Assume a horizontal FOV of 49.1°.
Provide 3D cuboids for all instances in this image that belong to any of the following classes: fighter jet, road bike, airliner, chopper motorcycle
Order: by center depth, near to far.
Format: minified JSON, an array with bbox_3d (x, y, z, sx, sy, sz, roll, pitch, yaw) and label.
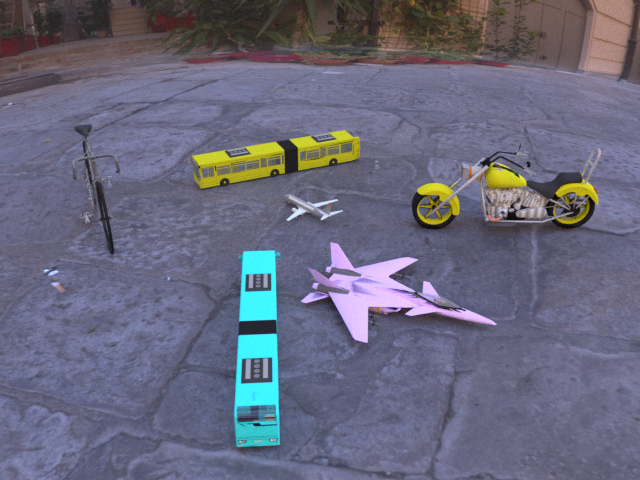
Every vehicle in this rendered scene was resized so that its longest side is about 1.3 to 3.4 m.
[{"bbox_3d":[1.163,0.716,9.767,2.640,0.557,2.229,13,32,21],"label":"fighter jet"},{"bbox_3d":[3.067,-0.851,11.543,3.040,1.480,0.906,1,30,2],"label":"chopper motorcycle"},{"bbox_3d":[-3.726,-0.978,11.586,0.697,1.656,3.004,-12,32,-19],"label":"road bike"},{"bbox_3d":[-0.220,-0.665,12.267,1.161,0.429,1.307,-24,38,-35],"label":"airliner"}]

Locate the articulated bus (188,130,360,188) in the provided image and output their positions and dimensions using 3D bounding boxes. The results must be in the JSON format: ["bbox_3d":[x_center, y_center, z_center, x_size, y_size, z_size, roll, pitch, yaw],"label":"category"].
[{"bbox_3d":[-0.831,-1.613,13.765,3.401,0.561,0.605,-13,33,-21],"label":"articulated bus"}]

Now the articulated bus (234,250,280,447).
[{"bbox_3d":[-0.778,1.200,8.931,0.605,0.561,3.401,-2,30,-3],"label":"articulated bus"}]
